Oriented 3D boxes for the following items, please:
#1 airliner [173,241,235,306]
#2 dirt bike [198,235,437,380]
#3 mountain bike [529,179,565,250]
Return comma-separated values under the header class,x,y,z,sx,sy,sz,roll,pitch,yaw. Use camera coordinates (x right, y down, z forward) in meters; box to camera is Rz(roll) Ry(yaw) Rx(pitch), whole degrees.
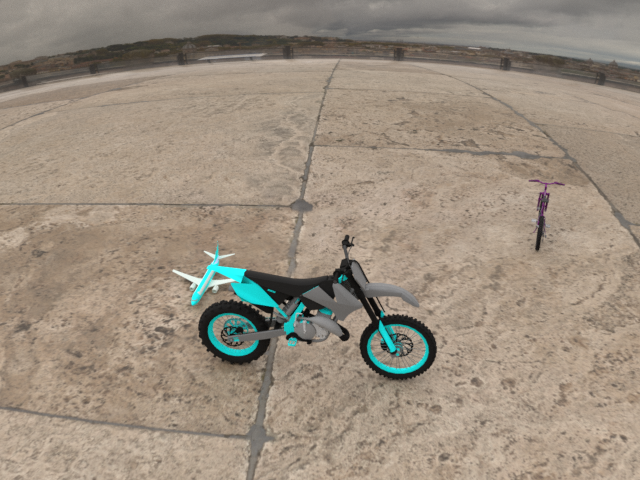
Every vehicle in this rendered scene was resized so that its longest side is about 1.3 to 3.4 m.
class,x,y,z,sx,sy,sz,roll,pitch,yaw
airliner,-1.660,0.490,10.231,1.161,0.429,1.307,5,29,9
dirt bike,-0.060,0.869,8.252,2.903,1.666,1.024,4,29,8
mountain bike,3.651,-0.456,11.501,0.573,0.868,1.469,9,30,15
